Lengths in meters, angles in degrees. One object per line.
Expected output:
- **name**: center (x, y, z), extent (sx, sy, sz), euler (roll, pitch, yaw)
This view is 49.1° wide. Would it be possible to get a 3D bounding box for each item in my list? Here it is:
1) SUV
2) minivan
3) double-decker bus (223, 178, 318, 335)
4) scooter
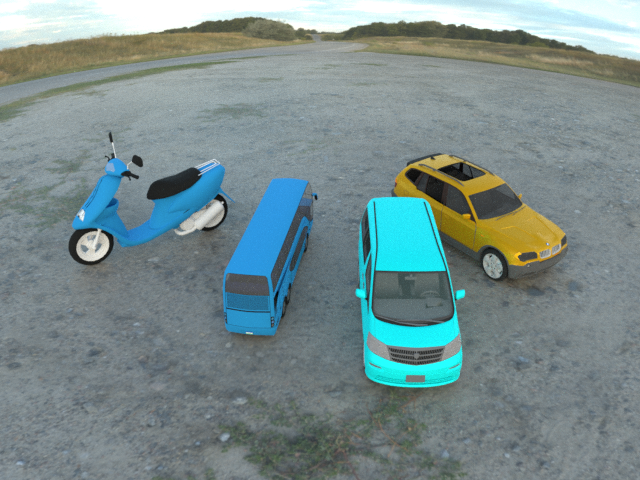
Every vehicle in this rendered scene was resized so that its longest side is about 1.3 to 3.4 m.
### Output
- **SUV**: center (2.432, -0.466, 10.998), extent (1.276, 1.128, 3.058), euler (-19, 34, -30)
- **minivan**: center (1.100, 0.565, 9.085), extent (1.324, 1.197, 3.011), euler (0, 29, 1)
- **double-decker bus**: center (-0.654, 0.090, 10.083), extent (0.756, 1.052, 3.251), euler (4, 30, 8)
- **scooter**: center (-2.585, -0.700, 10.742), extent (2.721, 1.786, 1.288), euler (-18, 34, -29)
